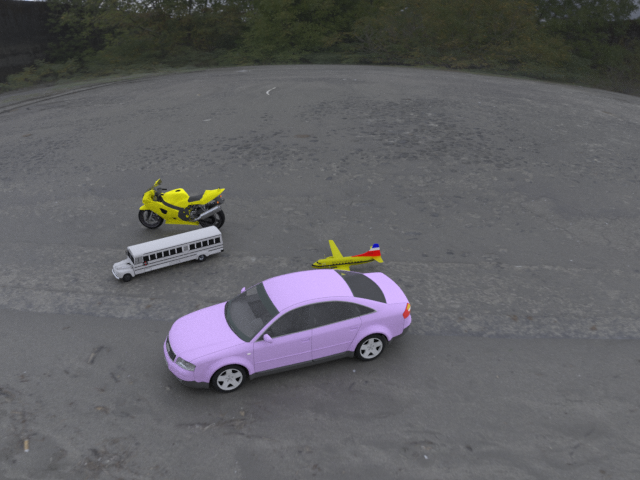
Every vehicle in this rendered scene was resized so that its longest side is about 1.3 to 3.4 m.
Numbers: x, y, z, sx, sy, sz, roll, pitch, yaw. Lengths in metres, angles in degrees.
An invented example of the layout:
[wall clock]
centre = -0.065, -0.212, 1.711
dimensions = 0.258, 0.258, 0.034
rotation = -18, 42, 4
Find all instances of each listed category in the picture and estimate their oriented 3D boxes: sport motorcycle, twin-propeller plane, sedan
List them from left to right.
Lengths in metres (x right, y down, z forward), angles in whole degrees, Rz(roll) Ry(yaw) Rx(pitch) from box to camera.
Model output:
[sport motorcycle]
centre = -2.334, -0.550, 11.799
dimensions = 1.520, 0.821, 0.506
rotation = 2, 28, 3
[sedan]
centre = -0.383, 0.992, 8.763
dimensions = 3.137, 0.940, 1.235
rotation = -10, 29, -18
[twin-propeller plane]
centre = 0.404, 0.279, 10.677
dimensions = 1.095, 0.407, 1.370
rotation = -6, 28, -10

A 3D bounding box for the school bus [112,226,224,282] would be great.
[school bus]
centre = -2.345, 0.201, 10.795
dimensions = 1.708, 0.434, 0.365
rotation = -16, 32, -27
